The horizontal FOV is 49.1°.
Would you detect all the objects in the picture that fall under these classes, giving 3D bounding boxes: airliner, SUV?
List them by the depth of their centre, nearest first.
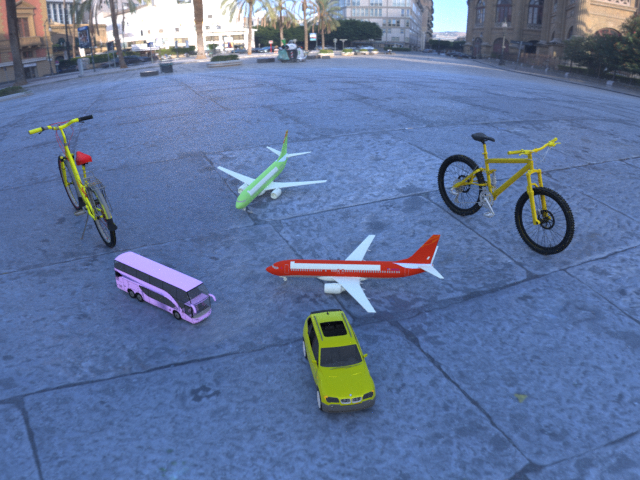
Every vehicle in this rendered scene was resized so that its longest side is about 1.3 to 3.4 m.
[{"bbox_3d":[0.192,1.371,8.204,0.656,0.580,1.572,-5,27,-10],"label":"SUV"},{"bbox_3d":[0.470,0.261,10.096,2.541,0.835,2.257,2,27,3],"label":"airliner"},{"bbox_3d":[-1.039,-1.317,13.184,2.257,0.835,2.541,9,28,17],"label":"airliner"}]

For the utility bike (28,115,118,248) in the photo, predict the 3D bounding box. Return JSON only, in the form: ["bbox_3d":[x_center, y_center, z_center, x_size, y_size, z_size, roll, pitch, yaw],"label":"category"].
[{"bbox_3d":[-3.987,-0.987,11.436,1.039,1.839,2.791,-17,32,-30],"label":"utility bike"}]

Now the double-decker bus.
[{"bbox_3d":[-2.170,0.655,9.649,1.672,0.541,0.389,19,32,32],"label":"double-decker bus"}]

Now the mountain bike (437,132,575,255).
[{"bbox_3d":[2.965,-0.889,11.410,1.114,1.688,2.857,-18,32,-31],"label":"mountain bike"}]
